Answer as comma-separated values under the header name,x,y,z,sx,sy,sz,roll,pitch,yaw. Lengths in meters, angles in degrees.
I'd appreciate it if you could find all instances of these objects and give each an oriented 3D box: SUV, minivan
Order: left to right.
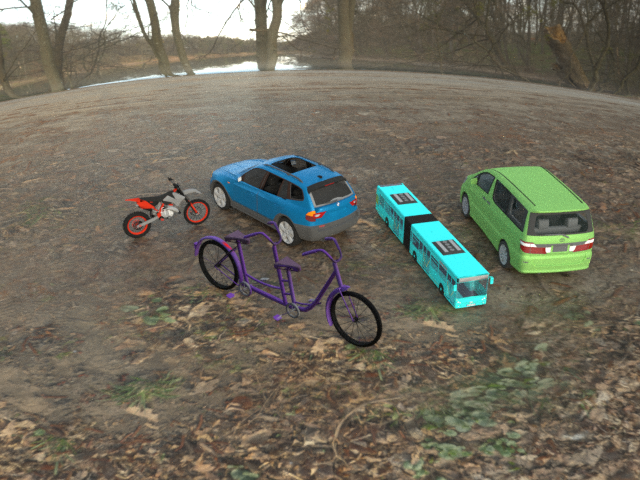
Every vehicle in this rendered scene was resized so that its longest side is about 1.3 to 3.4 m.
name,x,y,z,sx,sy,sz,roll,pitch,yaw
SUV,-0.677,-0.886,11.987,1.276,1.128,3.058,-22,34,-36
minivan,3.215,-0.540,11.237,1.324,1.197,3.011,-4,27,-7

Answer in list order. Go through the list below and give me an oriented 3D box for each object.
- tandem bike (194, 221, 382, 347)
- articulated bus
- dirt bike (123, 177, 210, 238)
name,x,y,z,sx,sy,sz,roll,pitch,yaw
tandem bike,-0.527,0.419,9.226,3.192,1.326,0.550,19,33,32
articulated bus,1.644,-0.024,10.926,0.605,0.561,3.401,-7,28,-13
dirt bike,-2.547,-0.537,11.603,1.493,0.857,0.527,-14,30,-25
